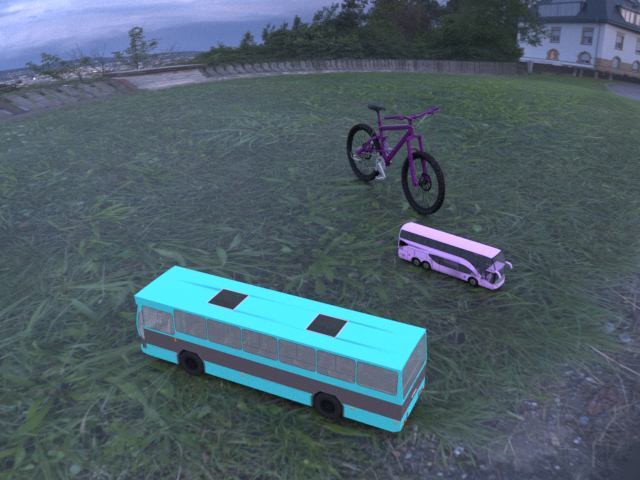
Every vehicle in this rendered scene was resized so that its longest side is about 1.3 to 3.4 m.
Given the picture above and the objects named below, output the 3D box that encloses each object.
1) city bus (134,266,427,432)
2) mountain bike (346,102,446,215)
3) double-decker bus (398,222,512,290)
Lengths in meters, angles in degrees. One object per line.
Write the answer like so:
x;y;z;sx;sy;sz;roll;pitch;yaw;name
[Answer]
-0.491;1.174;7.824;3.255;0.894;0.926;12;29;23;city bus
1.276;-1.570;12.367;1.114;1.688;2.857;-15;30;-27;mountain bike
1.904;0.229;10.082;1.672;0.541;0.389;20;33;33;double-decker bus
